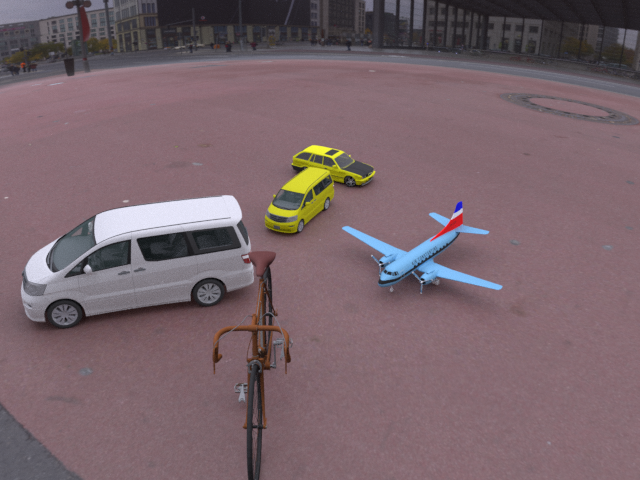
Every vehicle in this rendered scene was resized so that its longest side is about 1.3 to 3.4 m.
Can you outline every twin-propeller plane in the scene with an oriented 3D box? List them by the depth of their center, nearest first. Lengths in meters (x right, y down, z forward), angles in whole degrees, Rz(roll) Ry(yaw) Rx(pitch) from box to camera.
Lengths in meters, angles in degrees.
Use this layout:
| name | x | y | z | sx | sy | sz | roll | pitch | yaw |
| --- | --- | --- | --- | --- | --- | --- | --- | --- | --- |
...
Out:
| name | x | y | z | sx | sy | sz | roll | pitch | yaw |
| --- | --- | --- | --- | --- | --- | --- | --- | --- | --- |
| twin-propeller plane | 1.490 | 0.099 | 10.005 | 2.663 | 0.792 | 2.129 | 22 | 36 | 35 |

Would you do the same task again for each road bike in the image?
| name | x | y | z | sx | sy | sz | roll | pitch | yaw |
| --- | --- | --- | --- | --- | --- | --- | --- | --- | --- |
| road bike | -0.612 | 1.093 | 7.251 | 0.697 | 1.656 | 3.004 | 0 | 28 | 0 |

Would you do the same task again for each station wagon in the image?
| name | x | y | z | sx | sy | sz | roll | pitch | yaw |
| --- | --- | --- | --- | --- | --- | --- | --- | --- | --- |
| station wagon | 0.256 | -1.424 | 13.166 | 1.597 | 0.473 | 0.682 | 16 | 32 | 27 |

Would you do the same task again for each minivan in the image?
| name | x | y | z | sx | sy | sz | roll | pitch | yaw |
| --- | --- | --- | --- | --- | --- | --- | --- | --- | --- |
| minivan | -2.433 | 0.223 | 9.350 | 3.011 | 1.197 | 1.324 | -8 | 29 | -14 |
| minivan | -0.330 | -0.668 | 11.614 | 0.681 | 0.616 | 1.548 | 14 | 31 | 24 |
